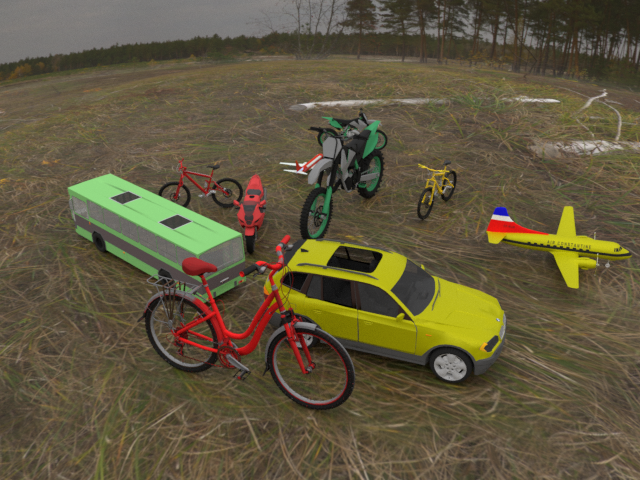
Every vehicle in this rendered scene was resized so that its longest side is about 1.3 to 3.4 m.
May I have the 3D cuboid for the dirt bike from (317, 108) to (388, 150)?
[{"bbox_3d":[0.684,-2.301,14.722,1.493,0.857,0.527,3,28,6],"label":"dirt bike"}]

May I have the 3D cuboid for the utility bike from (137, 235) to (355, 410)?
[{"bbox_3d":[-0.864,0.836,7.822,2.791,1.839,1.039,12,30,21],"label":"utility bike"}]

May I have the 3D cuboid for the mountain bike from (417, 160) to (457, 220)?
[{"bbox_3d":[2.055,-0.937,12.163,0.573,0.868,1.469,18,33,30],"label":"mountain bike"}]

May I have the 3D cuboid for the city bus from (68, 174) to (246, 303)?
[{"bbox_3d":[-2.513,-0.063,10.503,3.255,0.894,0.926,23,36,36],"label":"city bus"}]

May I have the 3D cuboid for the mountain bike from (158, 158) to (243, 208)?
[{"bbox_3d":[-2.077,-0.929,12.149,1.469,0.868,0.573,-5,29,-9],"label":"mountain bike"}]

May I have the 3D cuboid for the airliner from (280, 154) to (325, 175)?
[{"bbox_3d":[-0.208,-1.570,13.810,1.161,0.429,1.307,12,30,21],"label":"airliner"}]

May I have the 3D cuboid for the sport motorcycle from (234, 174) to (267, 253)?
[{"bbox_3d":[-1.080,-0.435,11.275,0.506,0.821,1.520,0,28,0],"label":"sport motorcycle"}]

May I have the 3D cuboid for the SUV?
[{"bbox_3d":[0.770,0.762,8.713,3.058,1.128,1.276,10,30,17],"label":"SUV"}]

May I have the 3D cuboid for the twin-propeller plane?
[{"bbox_3d":[3.597,-0.032,10.554,2.129,0.792,2.663,8,29,14],"label":"twin-propeller plane"}]

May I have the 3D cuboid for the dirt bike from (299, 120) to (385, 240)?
[{"bbox_3d":[0.443,-1.117,11.653,1.024,1.666,2.903,15,31,25],"label":"dirt bike"}]
